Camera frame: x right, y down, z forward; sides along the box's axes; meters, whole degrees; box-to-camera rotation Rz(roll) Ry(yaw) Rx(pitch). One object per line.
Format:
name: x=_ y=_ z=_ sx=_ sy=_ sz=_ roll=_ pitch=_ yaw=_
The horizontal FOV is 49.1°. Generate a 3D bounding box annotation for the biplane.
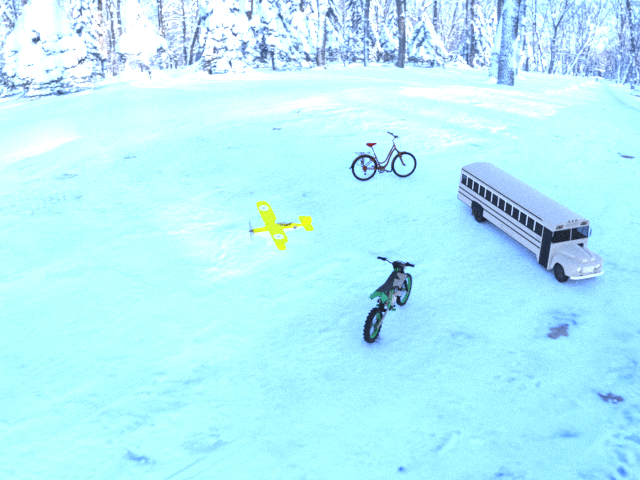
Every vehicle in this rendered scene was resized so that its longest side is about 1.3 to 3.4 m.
biplane: x=-0.639 y=-0.195 z=11.548 sx=1.090 sy=0.504 sz=1.336 roll=-9 pitch=27 yaw=-17

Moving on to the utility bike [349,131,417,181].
utility bike: x=1.268 y=-1.697 z=14.151 sx=1.435 sy=0.946 sz=0.535 roll=-6 pitch=26 yaw=-11

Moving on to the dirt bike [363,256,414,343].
dirt bike: x=0.919 y=0.714 z=9.260 sx=0.527 sy=0.857 sz=1.493 roll=13 pitch=29 yaw=26

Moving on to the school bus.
school bus: x=3.392 y=-0.370 z=11.521 sx=0.709 sy=0.844 sz=3.322 roll=-9 pitch=27 yaw=-17
